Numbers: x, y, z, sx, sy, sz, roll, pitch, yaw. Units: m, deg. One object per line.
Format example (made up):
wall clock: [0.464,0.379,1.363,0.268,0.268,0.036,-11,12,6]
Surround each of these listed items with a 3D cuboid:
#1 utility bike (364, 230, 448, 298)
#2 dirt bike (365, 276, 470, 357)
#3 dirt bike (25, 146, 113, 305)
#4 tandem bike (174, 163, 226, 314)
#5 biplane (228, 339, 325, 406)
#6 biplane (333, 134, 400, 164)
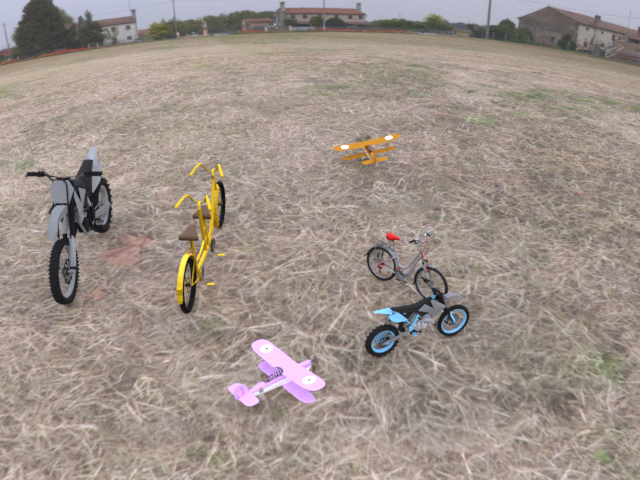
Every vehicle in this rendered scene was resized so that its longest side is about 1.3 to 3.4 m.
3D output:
utility bike: [1.232,0.272,9.872,1.435,0.946,0.535,23,38,34]
dirt bike: [1.245,0.974,8.764,1.493,0.857,0.527,-12,33,-20]
dirt bike: [-3.518,-0.387,10.283,1.024,1.666,2.903,-1,30,-1]
tandem bike: [-1.727,-0.201,10.302,0.550,1.326,3.192,2,30,3]
biplane: [-0.518,1.596,8.054,1.090,0.504,1.336,-21,36,-31]
biplane: [0.950,-1.715,13.691,1.336,0.504,1.090,-5,31,-8]
